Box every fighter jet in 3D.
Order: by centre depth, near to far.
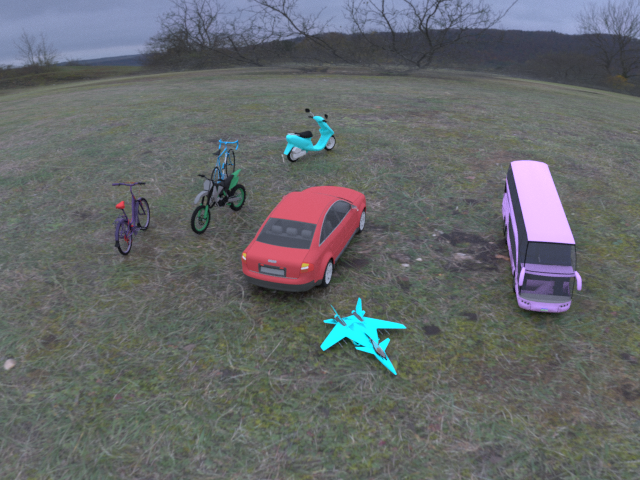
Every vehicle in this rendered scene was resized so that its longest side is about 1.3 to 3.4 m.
[{"bbox_3d":[0.588,1.175,8.484,1.147,0.286,1.358,-12,29,-22],"label":"fighter jet"}]

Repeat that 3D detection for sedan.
[{"bbox_3d":[-0.141,-0.237,10.532,1.235,0.940,3.137,9,28,17],"label":"sedan"}]

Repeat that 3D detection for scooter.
[{"bbox_3d":[-0.186,-2.147,14.297,1.399,0.919,0.662,-23,35,-38],"label":"scooter"}]

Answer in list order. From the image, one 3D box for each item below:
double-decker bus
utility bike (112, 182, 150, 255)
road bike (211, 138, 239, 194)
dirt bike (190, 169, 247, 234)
[{"bbox_3d":[3.131,-0.124,10.187,0.756,1.052,3.251,4,27,8],"label":"double-decker bus"},{"bbox_3d":[-2.970,-0.399,10.842,0.535,0.946,1.435,3,27,6],"label":"utility bike"},{"bbox_3d":[-1.771,-1.327,12.765,0.358,0.852,1.545,4,27,8],"label":"road bike"},{"bbox_3d":[-1.658,-0.697,11.524,0.527,0.857,1.493,14,30,25],"label":"dirt bike"}]
